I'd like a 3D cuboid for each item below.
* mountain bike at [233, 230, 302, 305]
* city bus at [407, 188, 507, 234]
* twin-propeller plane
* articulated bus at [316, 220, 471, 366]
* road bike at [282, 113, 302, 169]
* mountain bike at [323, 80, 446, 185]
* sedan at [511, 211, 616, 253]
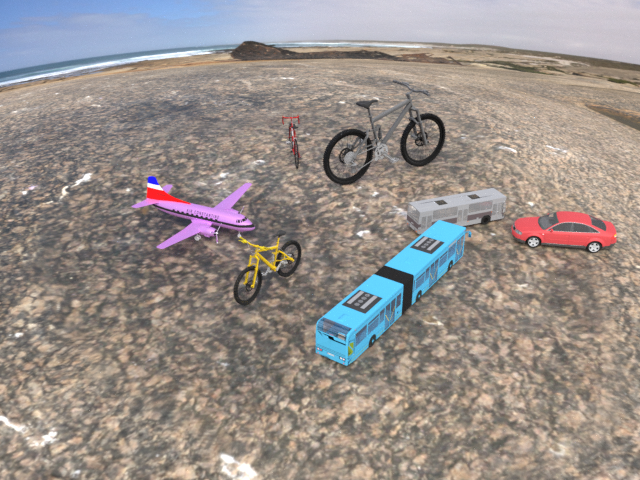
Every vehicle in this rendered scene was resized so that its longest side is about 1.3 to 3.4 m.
[{"bbox_3d":[-0.727,0.315,9.907,0.573,0.868,1.469,19,34,31],"label":"mountain bike"},{"bbox_3d":[2.303,-0.472,11.792,1.674,0.460,0.476,-10,30,-19],"label":"city bus"},{"bbox_3d":[-2.006,-0.537,11.562,2.129,0.792,2.663,13,31,22],"label":"twin-propeller plane"},{"bbox_3d":[1.100,0.613,9.678,0.605,0.561,3.401,18,33,30],"label":"articulated bus"},{"bbox_3d":[-0.541,-2.047,14.291,0.358,0.852,1.545,-4,29,-8],"label":"road bike"},{"bbox_3d":[1.296,-2.035,13.390,2.857,1.688,1.114,-16,32,-27],"label":"mountain bike"},{"bbox_3d":[3.907,-0.181,11.229,1.613,0.483,0.635,5,29,9],"label":"sedan"}]
